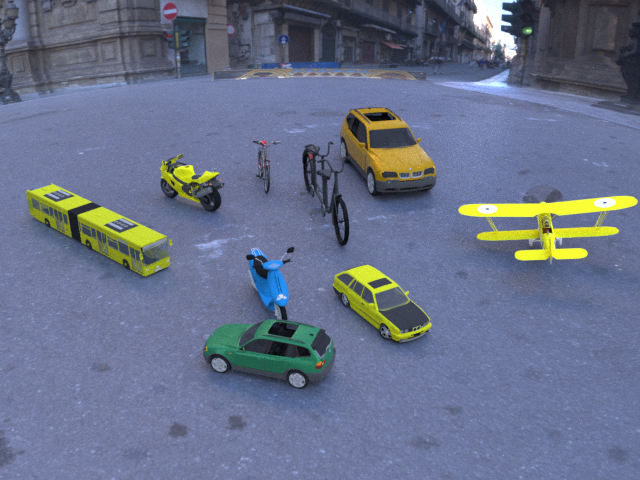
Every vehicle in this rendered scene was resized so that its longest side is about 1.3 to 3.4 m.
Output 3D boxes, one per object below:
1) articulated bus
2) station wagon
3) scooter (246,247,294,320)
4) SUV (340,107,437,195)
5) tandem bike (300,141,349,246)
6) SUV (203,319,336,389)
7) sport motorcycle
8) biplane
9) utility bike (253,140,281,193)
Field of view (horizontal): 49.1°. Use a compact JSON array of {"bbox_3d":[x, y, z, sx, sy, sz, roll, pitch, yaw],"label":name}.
[{"bbox_3d":[-3.652,-0.227,11.302,3.401,0.561,0.605,21,33,36],"label":"articulated bus"},{"bbox_3d":[0.809,0.789,9.320,0.682,0.473,1.597,-15,30,-28],"label":"station wagon"},{"bbox_3d":[-0.702,0.488,9.429,0.662,0.919,1.399,-10,28,-19],"label":"scooter"},{"bbox_3d":[1.286,-1.846,13.976,1.276,1.128,3.058,-6,27,-13],"label":"SUV"},{"bbox_3d":[0.061,-1.048,12.115,0.550,1.326,3.192,-6,27,-12],"label":"tandem bike"},{"bbox_3d":[-0.601,1.253,8.247,1.572,0.580,0.656,8,27,16],"label":"SUV"},{"bbox_3d":[-2.358,-1.028,12.649,1.520,0.821,0.506,18,31,32],"label":"sport motorcycle"},{"bbox_3d":[3.403,-0.142,10.651,2.598,0.981,2.120,6,27,11],"label":"biplane"},{"bbox_3d":[-1.040,-1.535,13.546,0.535,0.946,1.435,-5,26,-11],"label":"utility bike"}]
